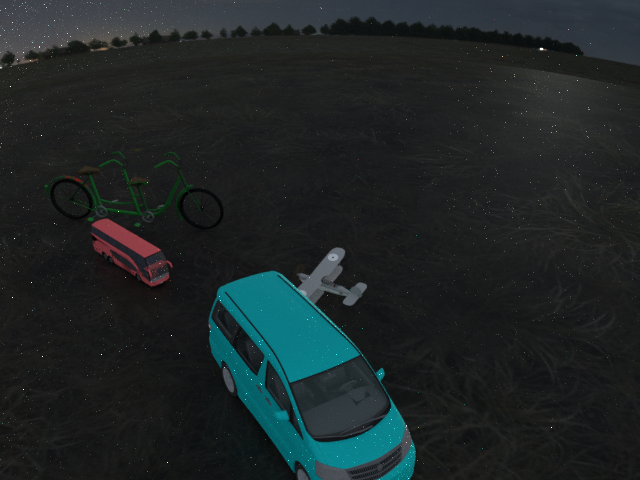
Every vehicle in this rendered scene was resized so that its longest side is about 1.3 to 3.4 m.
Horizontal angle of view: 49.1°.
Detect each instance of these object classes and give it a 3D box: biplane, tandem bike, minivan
[{"bbox_3d":[0.109,0.665,10.002,1.090,0.504,1.336,17,34,27],"label":"biplane"},{"bbox_3d":[-3.189,-0.857,11.847,3.192,1.326,0.550,5,30,8],"label":"tandem bike"},{"bbox_3d":[-0.179,1.542,7.760,1.324,1.197,3.011,-17,34,-27],"label":"minivan"}]

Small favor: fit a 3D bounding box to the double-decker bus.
[{"bbox_3d":[-2.933,0.194,10.793,1.672,0.541,0.389,25,38,37],"label":"double-decker bus"}]
